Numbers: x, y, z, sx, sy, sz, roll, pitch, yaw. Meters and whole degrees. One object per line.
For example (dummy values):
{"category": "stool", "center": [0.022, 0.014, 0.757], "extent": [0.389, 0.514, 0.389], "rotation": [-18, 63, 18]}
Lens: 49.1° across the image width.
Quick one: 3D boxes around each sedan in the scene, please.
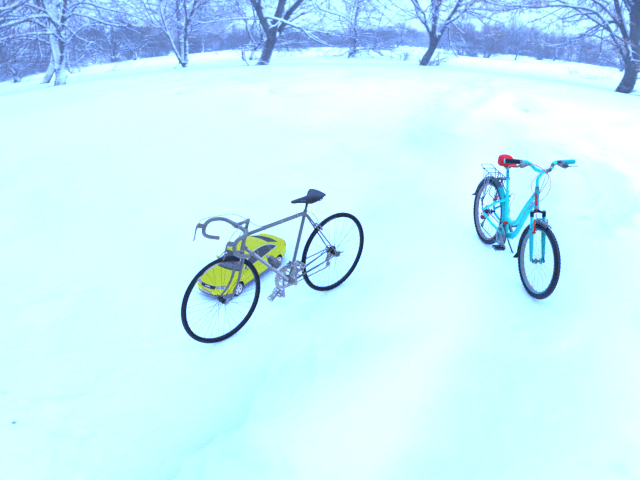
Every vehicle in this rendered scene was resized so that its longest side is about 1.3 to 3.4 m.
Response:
{"category": "sedan", "center": [-1.112, 0.305, 10.114], "extent": [0.635, 0.483, 1.613], "rotation": [16, 32, 29]}

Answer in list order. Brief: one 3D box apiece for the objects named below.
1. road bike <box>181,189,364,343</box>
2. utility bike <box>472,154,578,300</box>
{"category": "road bike", "center": [-0.504, 0.233, 8.981], "extent": [3.004, 1.656, 0.697], "rotation": [-22, 35, -36]}
{"category": "utility bike", "center": [2.903, -0.465, 10.125], "extent": [1.039, 1.839, 2.791], "rotation": [-5, 28, -10]}
